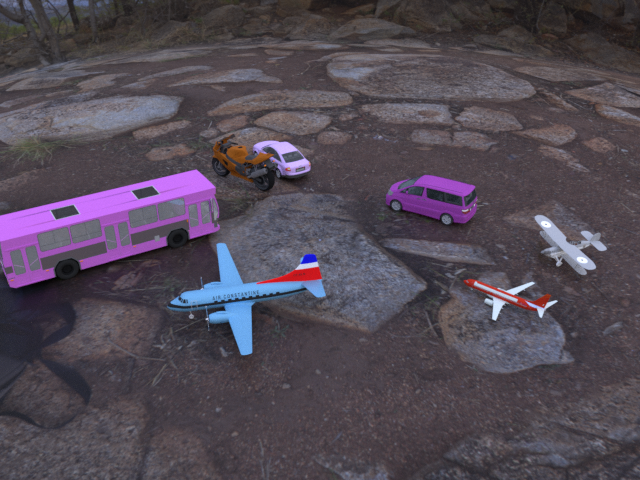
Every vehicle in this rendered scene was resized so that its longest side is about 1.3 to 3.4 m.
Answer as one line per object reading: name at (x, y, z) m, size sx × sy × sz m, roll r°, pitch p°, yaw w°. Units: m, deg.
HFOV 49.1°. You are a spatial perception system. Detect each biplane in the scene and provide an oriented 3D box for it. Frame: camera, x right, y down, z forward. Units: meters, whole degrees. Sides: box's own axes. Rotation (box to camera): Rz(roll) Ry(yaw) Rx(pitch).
biplane at (3.817, 0.113, 10.637) m, size 1.090 × 0.504 × 1.336 m, roll -11°, pitch 33°, yaw -18°

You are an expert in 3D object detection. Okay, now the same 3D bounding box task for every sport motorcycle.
sport motorcycle at (-1.431, -1.419, 12.910) m, size 1.520 × 0.821 × 0.506 m, roll 20°, pitch 36°, yaw 30°

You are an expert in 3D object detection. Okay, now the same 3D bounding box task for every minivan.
minivan at (1.892, -0.751, 11.985) m, size 1.548 × 0.616 × 0.681 m, roll 17°, pitch 35°, yaw 27°

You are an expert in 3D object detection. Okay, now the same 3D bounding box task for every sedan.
sedan at (-0.771, -1.650, 13.629) m, size 0.635 × 0.483 × 1.613 m, roll -17°, pitch 35°, yaw -27°

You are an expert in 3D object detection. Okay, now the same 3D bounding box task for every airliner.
airliner at (2.576, 0.705, 9.713) m, size 1.307 × 0.429 × 1.161 m, roll 24°, pitch 38°, yaw 34°

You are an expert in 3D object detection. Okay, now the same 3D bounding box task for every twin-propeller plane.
twin-propeller plane at (-1.005, 0.637, 9.473) m, size 2.129 × 0.792 × 2.663 m, roll -7°, pitch 31°, yaw -12°

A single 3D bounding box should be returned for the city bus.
city bus at (-3.204, -0.191, 10.768) m, size 3.255 × 0.894 × 0.926 m, roll -17°, pitch 35°, yaw -27°
